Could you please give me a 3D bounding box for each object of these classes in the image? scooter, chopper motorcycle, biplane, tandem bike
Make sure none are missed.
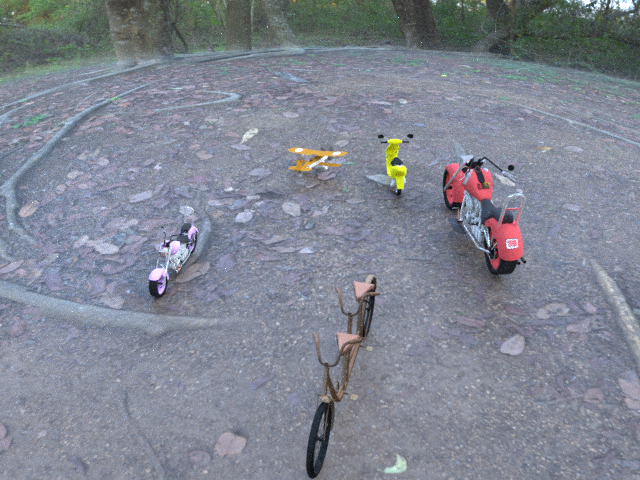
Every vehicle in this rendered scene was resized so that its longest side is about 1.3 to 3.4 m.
[{"bbox_3d":[1.404,-1.471,12.998,0.662,0.919,1.399,-1,30,-2],"label":"scooter"},{"bbox_3d":[2.509,-0.664,11.041,0.906,1.480,3.040,-4,30,-6],"label":"chopper motorcycle"},{"bbox_3d":[-0.147,-1.516,13.491,1.336,0.504,1.090,19,35,29],"label":"biplane"},{"bbox_3d":[0.314,1.203,7.963,0.550,1.326,3.192,8,31,13],"label":"tandem bike"},{"bbox_3d":[-2.165,0.161,10.331,0.466,0.761,1.563,6,31,11],"label":"chopper motorcycle"}]
